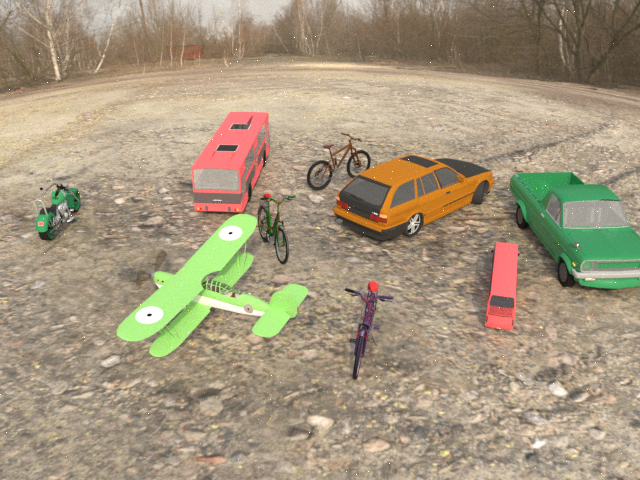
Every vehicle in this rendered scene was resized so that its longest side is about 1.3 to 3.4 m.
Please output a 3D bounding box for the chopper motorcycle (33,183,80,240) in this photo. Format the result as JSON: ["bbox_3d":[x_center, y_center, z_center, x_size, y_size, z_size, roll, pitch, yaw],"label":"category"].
[{"bbox_3d":[-4.172,-0.572,11.179,0.466,0.761,1.563,1,26,1],"label":"chopper motorcycle"}]

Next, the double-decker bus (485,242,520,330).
[{"bbox_3d":[2.397,0.553,9.165,0.389,0.541,1.672,7,27,14],"label":"double-decker bus"}]

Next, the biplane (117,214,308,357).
[{"bbox_3d":[-1.231,0.680,8.415,2.120,0.981,2.598,12,29,23],"label":"biplane"}]

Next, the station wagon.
[{"bbox_3d":[1.671,-0.909,11.677,3.105,0.920,1.327,-23,35,-38],"label":"station wagon"}]

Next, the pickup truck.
[{"bbox_3d":[3.822,-0.336,10.444,1.244,0.993,3.117,-1,26,-3],"label":"pickup truck"}]

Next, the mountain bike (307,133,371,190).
[{"bbox_3d":[0.364,-1.423,12.770,1.469,0.868,0.573,-18,32,-33],"label":"mountain bike"}]

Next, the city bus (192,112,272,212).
[{"bbox_3d":[-1.545,-1.465,12.824,0.926,0.894,3.255,2,27,4],"label":"city bus"}]

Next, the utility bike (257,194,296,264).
[{"bbox_3d":[-0.668,-0.291,10.407,0.535,0.946,1.435,-10,28,-19],"label":"utility bike"}]

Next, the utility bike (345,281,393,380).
[{"bbox_3d":[0.572,0.903,8.006,0.535,0.946,1.435,5,27,10],"label":"utility bike"}]
